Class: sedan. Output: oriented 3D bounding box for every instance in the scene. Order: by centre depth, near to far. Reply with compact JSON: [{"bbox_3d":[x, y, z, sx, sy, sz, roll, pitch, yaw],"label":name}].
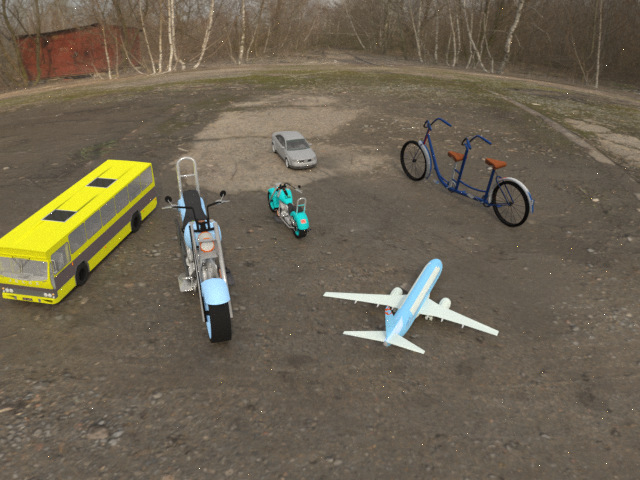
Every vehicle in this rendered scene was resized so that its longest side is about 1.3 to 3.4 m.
[{"bbox_3d":[-0.535,-1.886,14.191,0.635,0.483,1.613,-9,29,-17],"label":"sedan"}]

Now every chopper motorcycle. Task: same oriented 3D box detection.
[{"bbox_3d":[-1.583,0.044,9.349,0.906,1.480,3.040,-8,28,-14],"label":"chopper motorcycle"},{"bbox_3d":[-0.544,-0.598,11.382,0.466,0.761,1.563,-11,29,-20],"label":"chopper motorcycle"}]

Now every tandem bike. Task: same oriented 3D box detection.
[{"bbox_3d":[2.437,-1.258,12.048,0.550,1.326,3.192,-17,32,-30],"label":"tandem bike"}]

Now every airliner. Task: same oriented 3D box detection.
[{"bbox_3d":[1.208,0.626,8.921,2.257,0.835,2.541,11,29,21],"label":"airliner"}]

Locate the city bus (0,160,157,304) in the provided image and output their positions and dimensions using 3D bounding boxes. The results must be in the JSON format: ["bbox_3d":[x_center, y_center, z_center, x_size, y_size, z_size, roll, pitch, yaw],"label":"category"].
[{"bbox_3d":[-3.506,-0.209,10.480,0.926,0.894,3.255,6,28,11],"label":"city bus"}]
